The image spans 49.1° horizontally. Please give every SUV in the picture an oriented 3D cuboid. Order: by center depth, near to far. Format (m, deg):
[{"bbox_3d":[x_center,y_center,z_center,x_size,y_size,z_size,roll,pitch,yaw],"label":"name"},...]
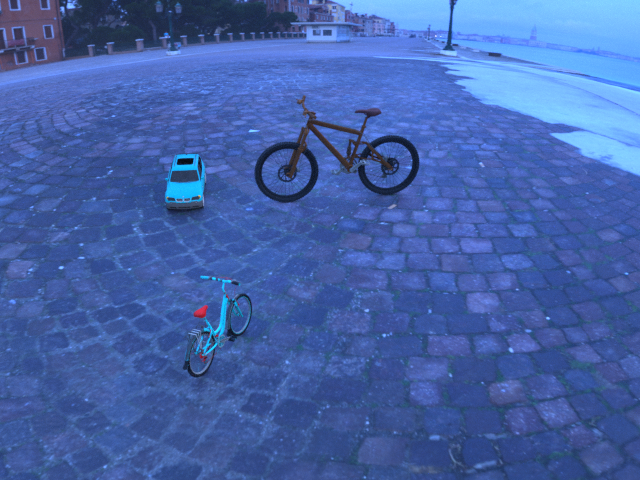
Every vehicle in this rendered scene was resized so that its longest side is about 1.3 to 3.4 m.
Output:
[{"bbox_3d":[-2.323,-1.035,12.127,0.656,0.580,1.572,-3,29,-5],"label":"SUV"}]

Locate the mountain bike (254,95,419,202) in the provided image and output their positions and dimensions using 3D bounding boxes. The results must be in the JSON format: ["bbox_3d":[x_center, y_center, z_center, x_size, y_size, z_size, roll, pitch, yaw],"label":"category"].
[{"bbox_3d":[0.310,-1.477,11.781,2.857,1.688,1.114,-5,29,-9],"label":"mountain bike"}]

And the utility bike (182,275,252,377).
[{"bbox_3d":[-1.227,0.924,8.148,0.535,0.946,1.435,13,31,22],"label":"utility bike"}]
